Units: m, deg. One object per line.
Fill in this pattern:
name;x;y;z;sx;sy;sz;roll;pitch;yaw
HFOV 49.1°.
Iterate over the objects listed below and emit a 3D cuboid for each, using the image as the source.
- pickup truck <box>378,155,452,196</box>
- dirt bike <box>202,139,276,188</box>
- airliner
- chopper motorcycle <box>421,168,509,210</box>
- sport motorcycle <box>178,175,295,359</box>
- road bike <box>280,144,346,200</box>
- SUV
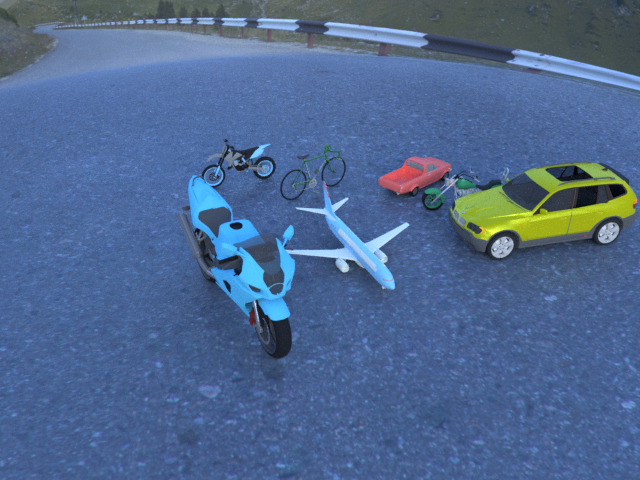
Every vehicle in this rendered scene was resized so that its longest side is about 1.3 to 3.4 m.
pickup truck;1.832;-1.274;13.345;1.603;0.511;0.640;-26;38;-38
dirt bike;-1.547;-1.470;13.341;1.493;0.857;0.527;-12;32;-21
airliner;0.542;-0.081;10.886;2.257;0.835;2.541;-12;31;-21
chopper motorcycle;2.600;-0.910;12.439;1.563;0.761;0.466;-2;29;-4
sport motorcycle;-1.120;0.300;9.427;0.983;1.596;2.955;-15;33;-25
road bike;-0.110;-1.260;12.972;1.545;0.852;0.358;-21;36;-33
SUV;3.651;-0.567;11.453;3.058;1.128;1.276;-7;30;-13
